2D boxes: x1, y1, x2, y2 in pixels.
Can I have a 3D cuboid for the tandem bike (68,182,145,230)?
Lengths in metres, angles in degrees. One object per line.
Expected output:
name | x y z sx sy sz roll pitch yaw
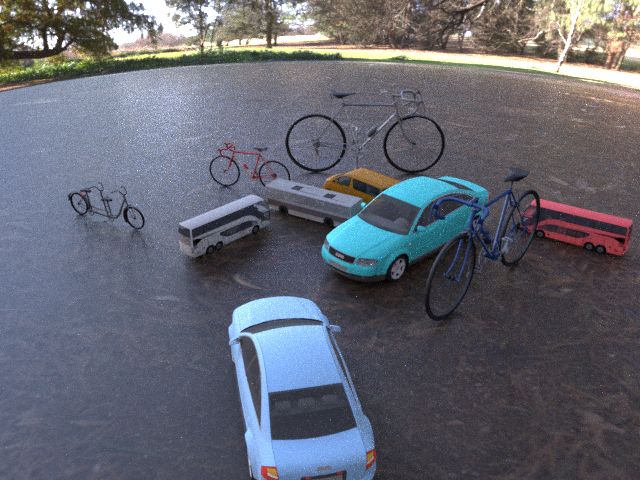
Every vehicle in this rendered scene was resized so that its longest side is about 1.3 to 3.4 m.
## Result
tandem bike | -3.518 -0.609 11.424 1.642 0.682 0.283 14 31 25

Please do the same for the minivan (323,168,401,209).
minivan | 0.720 -0.881 12.013 0.681 0.616 1.548 -23 36 -37

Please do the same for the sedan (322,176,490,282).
sedan | 1.358 -0.316 10.587 3.137 0.940 1.235 -24 36 -38

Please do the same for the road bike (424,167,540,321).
road bike | 2.267 -0.063 9.333 0.696 1.656 3.004 22 35 36

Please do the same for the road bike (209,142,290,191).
road bike | -1.276 -1.310 12.578 1.545 0.852 0.358 7 28 13

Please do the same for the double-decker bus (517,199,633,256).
double-decker bus | 3.916 -0.220 10.832 1.672 0.541 0.389 17 32 29

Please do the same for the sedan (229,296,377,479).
sedan | -0.285 1.390 7.332 1.235 0.940 3.137 -6 28 -11

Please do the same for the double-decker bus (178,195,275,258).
double-decker bus | -1.439 -0.244 10.879 0.389 0.541 1.672 23 36 37

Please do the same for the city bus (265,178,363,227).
city bus | -0.114 -0.590 11.626 1.674 0.460 0.476 16 32 27

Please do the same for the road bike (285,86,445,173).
road bike | 0.844 -2.029 13.084 3.004 1.656 0.697 1 28 2
